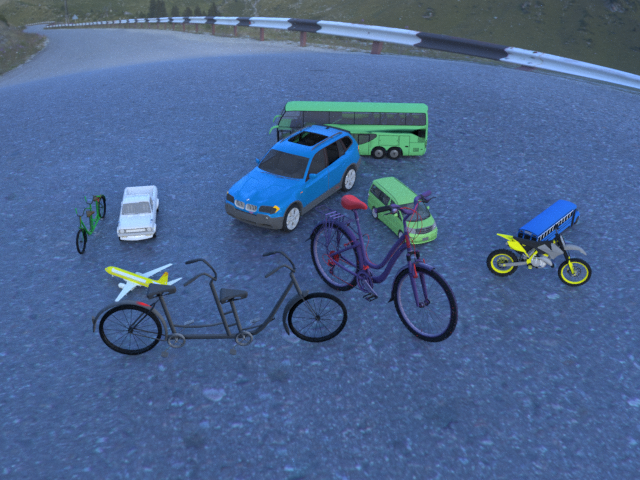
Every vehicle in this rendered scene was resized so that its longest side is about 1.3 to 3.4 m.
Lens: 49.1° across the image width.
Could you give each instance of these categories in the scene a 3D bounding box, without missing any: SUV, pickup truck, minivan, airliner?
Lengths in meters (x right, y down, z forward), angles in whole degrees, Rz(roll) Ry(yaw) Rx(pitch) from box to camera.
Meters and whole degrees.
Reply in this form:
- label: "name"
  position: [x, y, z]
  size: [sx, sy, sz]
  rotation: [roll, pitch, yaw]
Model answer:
- label: "SUV"
  position: [-0.416, -1.200, 12.505]
  size: [1.276, 1.128, 3.058]
  rotation: [17, 34, 28]
- label: "pickup truck"
  position: [-3.096, -0.526, 11.938]
  size: [0.640, 0.511, 1.603]
  rotation: [-5, 30, -8]
- label: "minivan"
  position: [1.383, -0.504, 11.791]
  size: [0.681, 0.616, 1.548]
  rotation: [-12, 32, -21]
- label: "airliner"
  position: [-2.677, 0.490, 10.218]
  size: [1.307, 0.429, 1.161]
  rotation: [16, 33, 26]

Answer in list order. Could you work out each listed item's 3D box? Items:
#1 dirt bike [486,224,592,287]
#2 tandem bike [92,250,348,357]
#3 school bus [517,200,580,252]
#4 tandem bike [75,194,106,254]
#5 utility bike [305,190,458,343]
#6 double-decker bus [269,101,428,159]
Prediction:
- label: "dirt bike"
  position: [3.218, 0.235, 10.234]
  size: [1.493, 0.857, 0.527]
  rotation: [8, 30, 14]
- label: "tandem bike"
  position: [-1.234, 0.823, 8.714]
  size: [3.192, 1.326, 0.550]
  rotation: [-3, 30, -5]
- label: "school bus"
  position: [3.801, -0.261, 11.545]
  size: [0.365, 0.434, 1.708]
  rotation: [24, 37, 36]
- label: "tandem bike"
  position: [-3.773, -0.398, 11.536]
  size: [0.283, 0.682, 1.642]
  rotation: [0, 29, 0]
- label: "utility bike"
  position: [0.826, 0.128, 9.424]
  size: [1.039, 1.839, 2.791]
  rotation: [-24, 38, -36]
- label: "double-decker bus"
  position: [0.601, -2.296, 14.527]
  size: [3.251, 1.052, 0.756]
  rotation: [2, 29, 3]
